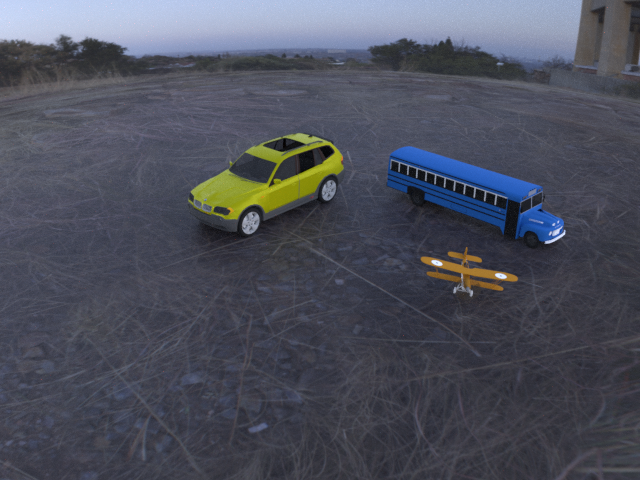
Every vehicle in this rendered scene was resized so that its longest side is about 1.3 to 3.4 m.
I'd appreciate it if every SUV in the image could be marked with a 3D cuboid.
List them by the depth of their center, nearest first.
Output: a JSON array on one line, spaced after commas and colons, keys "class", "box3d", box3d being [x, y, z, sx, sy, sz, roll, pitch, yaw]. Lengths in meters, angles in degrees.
[{"class": "SUV", "box3d": [-0.877, -1.068, 12.211, 1.276, 1.128, 3.058, 23, 34, 38]}]

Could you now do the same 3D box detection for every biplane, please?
[{"class": "biplane", "box3d": [2.078, 0.455, 9.866, 1.336, 0.504, 1.090, 4, 27, 7]}]

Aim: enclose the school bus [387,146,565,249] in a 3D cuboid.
[{"class": "school bus", "box3d": [2.608, -0.791, 11.973, 0.709, 0.844, 3.322, -23, 35, -38]}]
